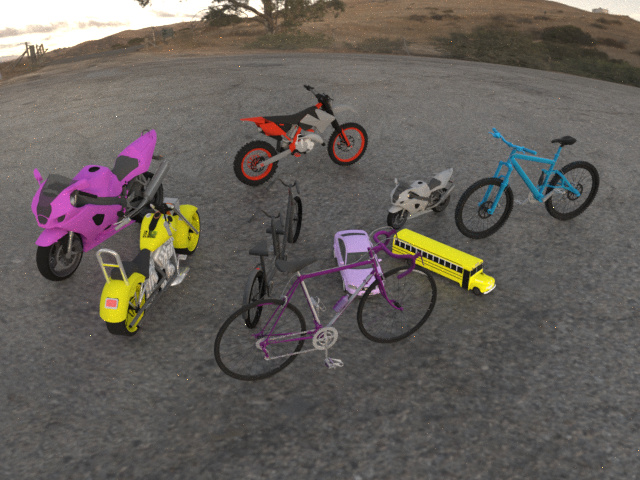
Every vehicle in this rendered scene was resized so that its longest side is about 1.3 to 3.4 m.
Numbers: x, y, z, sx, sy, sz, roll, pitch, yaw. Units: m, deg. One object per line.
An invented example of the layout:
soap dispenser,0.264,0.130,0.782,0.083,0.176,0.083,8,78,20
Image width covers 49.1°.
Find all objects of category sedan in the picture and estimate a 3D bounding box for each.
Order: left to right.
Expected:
sedan,0.578,0.292,10.616,0.635,0.483,1.613,-4,30,-6

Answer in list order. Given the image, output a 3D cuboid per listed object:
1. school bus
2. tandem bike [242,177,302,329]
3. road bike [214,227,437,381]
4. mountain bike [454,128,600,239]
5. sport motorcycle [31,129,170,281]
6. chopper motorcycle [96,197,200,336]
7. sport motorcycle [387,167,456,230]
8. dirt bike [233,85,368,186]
school bus,1.871,0.323,10.611,1.708,0.434,0.365,25,38,37
tandem bike,-0.654,0.020,10.242,0.550,1.326,3.192,6,30,10
road bike,0.148,0.805,8.527,3.004,1.656,0.697,-12,32,-20
mountain bike,3.499,-0.940,11.564,2.857,1.688,1.114,-11,32,-19
sport motorcycle,-3.431,-0.601,11.061,0.983,1.596,2.955,12,32,21
chopper motorcycle,-2.334,0.093,9.958,0.906,1.480,3.040,5,30,9
sport motorcycle,1.728,-0.717,12.050,1.520,0.821,0.506,-22,36,-33
dirt bike,-0.329,-2.015,13.477,2.903,1.666,1.024,-14,33,-24
